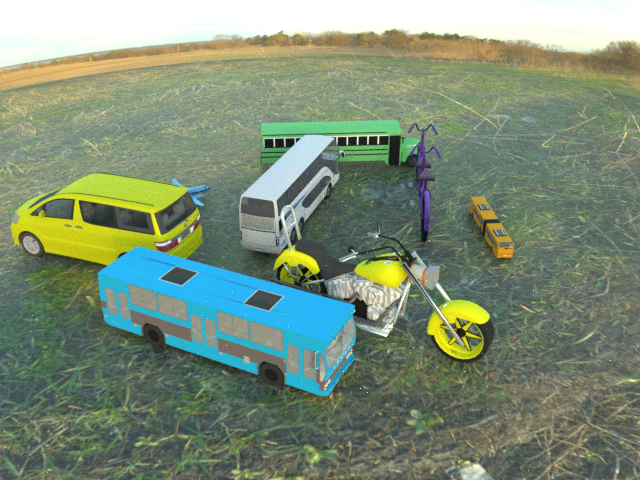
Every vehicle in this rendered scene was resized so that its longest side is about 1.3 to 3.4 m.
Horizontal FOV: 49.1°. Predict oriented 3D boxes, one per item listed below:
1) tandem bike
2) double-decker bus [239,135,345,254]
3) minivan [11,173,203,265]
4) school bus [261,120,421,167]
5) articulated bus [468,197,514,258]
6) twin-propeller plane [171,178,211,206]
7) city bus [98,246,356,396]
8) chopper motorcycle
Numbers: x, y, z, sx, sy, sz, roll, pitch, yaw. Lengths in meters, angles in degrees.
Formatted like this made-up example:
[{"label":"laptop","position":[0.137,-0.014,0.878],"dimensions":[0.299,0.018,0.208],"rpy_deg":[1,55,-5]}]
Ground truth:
[{"label":"tandem bike","position":[1.777,-1.131,12.086],"dimensions":[0.550,1.326,3.192],"rpy_deg":[2,29,4]},{"label":"double-decker bus","position":[-0.416,-0.892,11.934],"dimensions":[0.756,1.052,3.251],"rpy_deg":[9,30,17]},{"label":"minivan","position":[-3.352,-0.341,10.773],"dimensions":[3.011,1.197,1.324],"rpy_deg":[11,30,19]},{"label":"school bus","position":[0.463,-1.926,14.044],"dimensions":[3.322,0.844,0.709],"rpy_deg":[-2,29,-4]},{"label":"articulated bus","position":[2.799,-0.237,11.529],"dimensions":[0.311,0.289,1.749],"rpy_deg":[-2,29,-3]},{"label":"twin-propeller plane","position":[-2.474,-0.874,12.573],"dimensions":[1.095,0.407,1.370],"rpy_deg":[-17,33,-28]},{"label":"city bus","position":[-1.197,0.971,8.684],"dimensions":[3.255,0.894,0.926],"rpy_deg":[13,31,23]},{"label":"chopper motorcycle","position":[0.733,0.532,8.877],"dimensions":[3.040,1.480,0.906],"rpy_deg":[15,32,26]}]
